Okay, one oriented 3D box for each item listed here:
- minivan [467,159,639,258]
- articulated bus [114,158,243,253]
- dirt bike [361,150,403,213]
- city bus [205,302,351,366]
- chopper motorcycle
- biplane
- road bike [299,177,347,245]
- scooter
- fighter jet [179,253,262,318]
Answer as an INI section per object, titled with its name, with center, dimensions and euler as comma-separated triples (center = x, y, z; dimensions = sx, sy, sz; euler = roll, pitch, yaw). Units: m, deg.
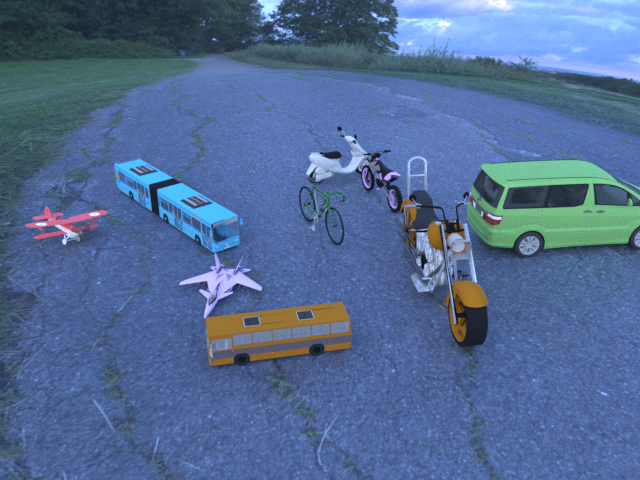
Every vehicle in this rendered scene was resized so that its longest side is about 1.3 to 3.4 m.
[minivan]
center = 3.854, -0.564, 10.773
dimensions = 3.011, 1.197, 1.324
euler = -4, 27, -7
[articulated bus]
center = -2.456, -0.647, 11.652
dimensions = 0.605, 0.561, 3.401
euler = -20, 33, -35
[dirt bike]
center = 1.058, -1.084, 12.198
dimensions = 0.527, 0.857, 1.493
euler = -11, 28, -20
[city bus]
center = -0.489, 1.113, 8.232
dimensions = 1.674, 0.460, 0.476
euler = -6, 27, -11
[chopper motorcycle]
center = 1.588, 0.056, 9.210
dimensions = 0.906, 1.480, 3.040
euler = -4, 27, -7
[biplane]
center = -3.987, -0.248, 10.914
dimensions = 1.090, 0.504, 1.336
euler = 21, 34, 36
[road bike]
center = 0.006, -0.516, 11.064
dimensions = 0.358, 0.852, 1.545
euler = -13, 29, -24
[scooter]
center = 0.367, -1.583, 13.131
dimensions = 1.399, 0.919, 0.662
euler = -15, 30, -27
[fighter jet]
center = -1.372, 0.614, 9.429
dimensions = 1.147, 0.286, 1.358
euler = 3, 27, 7
